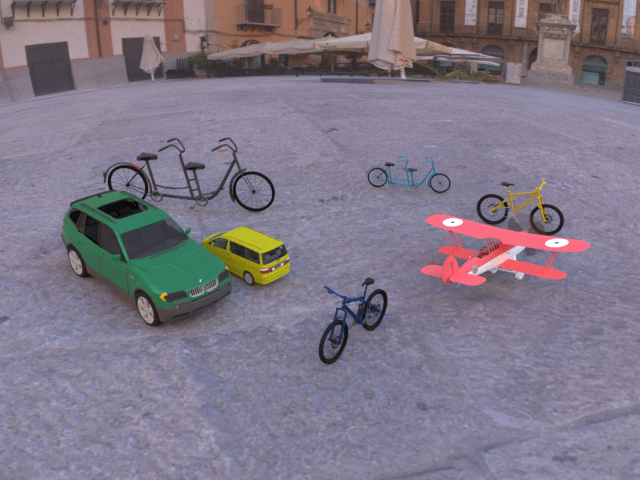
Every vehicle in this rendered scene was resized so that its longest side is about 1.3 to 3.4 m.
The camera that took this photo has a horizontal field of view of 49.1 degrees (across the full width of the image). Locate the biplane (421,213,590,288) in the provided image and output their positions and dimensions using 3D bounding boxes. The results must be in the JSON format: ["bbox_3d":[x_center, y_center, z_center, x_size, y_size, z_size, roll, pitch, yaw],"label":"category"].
[{"bbox_3d":[2.375,0.225,10.006,2.120,0.981,2.598,-23,34,-38],"label":"biplane"}]

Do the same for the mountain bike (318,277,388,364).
[{"bbox_3d":[0.436,0.928,8.699,0.573,0.868,1.469,18,31,32],"label":"mountain bike"}]

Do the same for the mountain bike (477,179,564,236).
[{"bbox_3d":[3.364,-0.569,11.757,1.469,0.868,0.573,13,29,25],"label":"mountain bike"}]

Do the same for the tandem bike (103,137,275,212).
[{"bbox_3d":[-2.372,-1.178,12.481,3.192,1.326,0.550,4,26,8],"label":"tandem bike"}]

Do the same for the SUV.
[{"bbox_3d":[-2.562,0.135,10.022,3.058,1.128,1.276,24,35,39],"label":"SUV"}]

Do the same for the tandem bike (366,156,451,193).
[{"bbox_3d":[1.685,-1.277,13.413,1.642,0.682,0.283,7,27,13],"label":"tandem bike"}]

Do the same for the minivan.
[{"bbox_3d":[-1.175,0.162,10.552,1.548,0.616,0.681,21,33,37],"label":"minivan"}]
